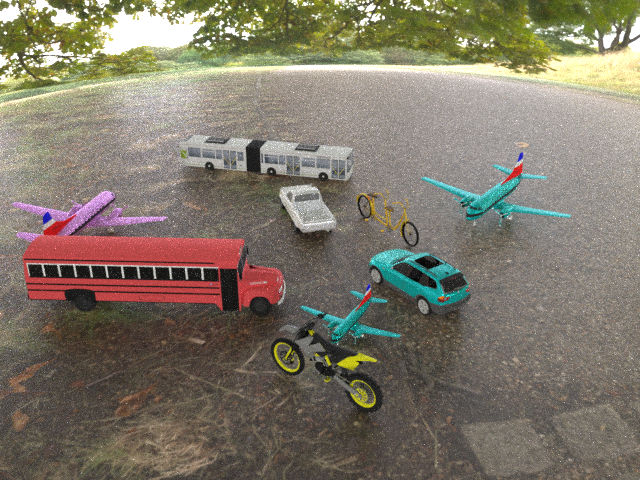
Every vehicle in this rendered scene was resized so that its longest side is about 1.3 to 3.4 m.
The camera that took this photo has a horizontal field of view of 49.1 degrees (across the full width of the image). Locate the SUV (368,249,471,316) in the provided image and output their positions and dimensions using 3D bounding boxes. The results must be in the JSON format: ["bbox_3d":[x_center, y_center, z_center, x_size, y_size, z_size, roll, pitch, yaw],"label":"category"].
[{"bbox_3d":[1.319,0.464,9.441,0.656,0.580,1.572,-18,32,-31],"label":"SUV"}]

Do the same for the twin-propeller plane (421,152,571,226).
[{"bbox_3d":[2.979,-0.855,11.776,2.663,0.792,2.129,19,33,33],"label":"twin-propeller plane"}]

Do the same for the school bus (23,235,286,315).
[{"bbox_3d":[-2.123,0.433,9.211,3.322,0.844,0.709,1,27,2],"label":"school bus"}]

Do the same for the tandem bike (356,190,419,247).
[{"bbox_3d":[1.055,-0.453,11.114,0.283,0.682,1.642,-16,31,-28],"label":"tandem bike"}]

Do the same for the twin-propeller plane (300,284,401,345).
[{"bbox_3d":[0.405,0.936,8.710,1.370,0.407,1.095,14,30,25],"label":"twin-propeller plane"}]

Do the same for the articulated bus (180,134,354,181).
[{"bbox_3d":[-1.025,-1.593,13.466,3.401,0.561,0.605,6,28,12],"label":"articulated bus"}]

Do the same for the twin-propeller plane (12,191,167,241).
[{"bbox_3d":[-3.729,-0.429,10.947,2.663,0.792,2.129,6,28,11],"label":"twin-propeller plane"}]

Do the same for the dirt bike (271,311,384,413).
[{"bbox_3d":[0.042,1.291,7.527,1.493,0.857,0.527,19,33,32],"label":"dirt bike"}]

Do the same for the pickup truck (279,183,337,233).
[{"bbox_3d":[-0.223,-0.564,11.518,0.640,0.511,1.603,-8,28,-14],"label":"pickup truck"}]
